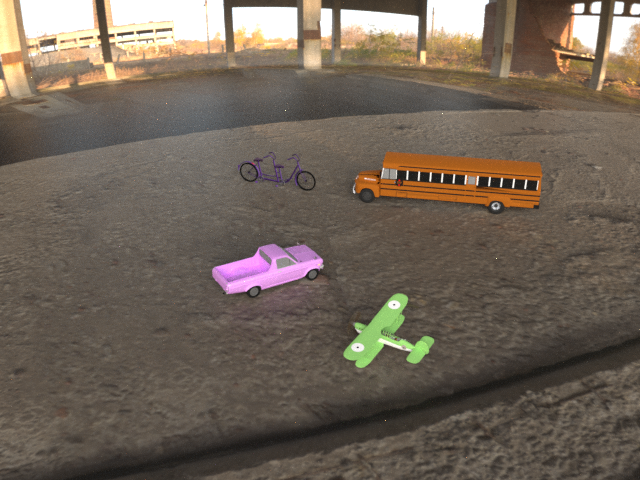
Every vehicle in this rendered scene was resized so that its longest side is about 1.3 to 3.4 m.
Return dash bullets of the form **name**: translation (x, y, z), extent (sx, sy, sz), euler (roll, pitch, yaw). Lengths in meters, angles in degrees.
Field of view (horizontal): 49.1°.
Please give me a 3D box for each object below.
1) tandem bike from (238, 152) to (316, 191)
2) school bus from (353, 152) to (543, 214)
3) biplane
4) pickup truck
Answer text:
- **tandem bike**: translation (-0.842, -1.347, 13.392), extent (1.642, 0.682, 0.283), euler (10, 29, 19)
- **school bus**: translation (2.264, -1.067, 12.677), extent (3.322, 0.844, 0.709), euler (6, 28, 10)
- **biplane**: translation (0.840, 1.224, 8.634), extent (1.090, 0.504, 1.336), euler (18, 32, 30)
- **pickup truck**: translation (-0.749, 0.388, 10.236), extent (1.603, 0.511, 0.640), euler (-15, 31, -27)
